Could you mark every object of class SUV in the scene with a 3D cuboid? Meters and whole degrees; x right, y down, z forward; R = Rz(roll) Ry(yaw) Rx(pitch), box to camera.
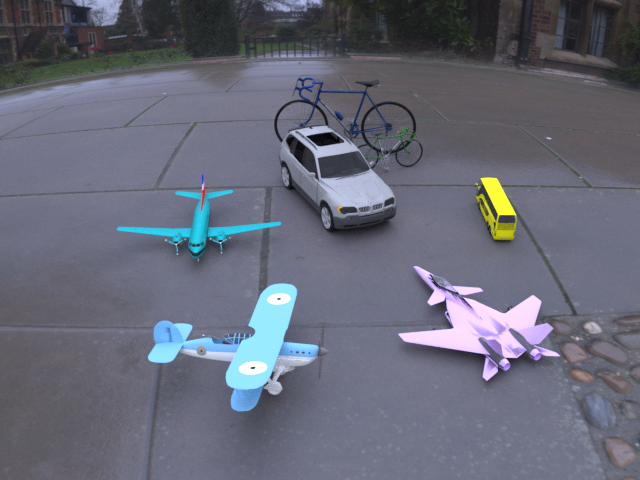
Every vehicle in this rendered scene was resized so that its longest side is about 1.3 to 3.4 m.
[{"bbox_3d":[0.244,-1.217,12.746,1.276,1.128,3.058,-12,31,-21],"label":"SUV"}]

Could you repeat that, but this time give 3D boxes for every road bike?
[{"bbox_3d":[0.524,-2.610,14.696,3.004,1.656,0.696,2,29,3],"label":"road bike"},{"bbox_3d":[1.360,-1.818,14.104,1.545,0.852,0.358,-8,30,-13],"label":"road bike"}]

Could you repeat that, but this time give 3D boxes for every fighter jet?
[{"bbox_3d":[1.995,0.844,9.650,2.229,0.557,2.640,-13,32,-21],"label":"fighter jet"}]

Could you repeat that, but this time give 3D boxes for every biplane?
[{"bbox_3d":[-0.952,1.281,8.434,2.120,0.981,2.598,3,29,5],"label":"biplane"}]

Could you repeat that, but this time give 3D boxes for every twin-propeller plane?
[{"bbox_3d":[-1.979,-0.371,11.579,2.663,0.792,2.129,-2,29,-3],"label":"twin-propeller plane"}]

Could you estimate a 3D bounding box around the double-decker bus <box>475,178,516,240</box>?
[{"bbox_3d":[3.050,-0.580,12.211,0.389,0.541,1.672,0,29,0],"label":"double-decker bus"}]
